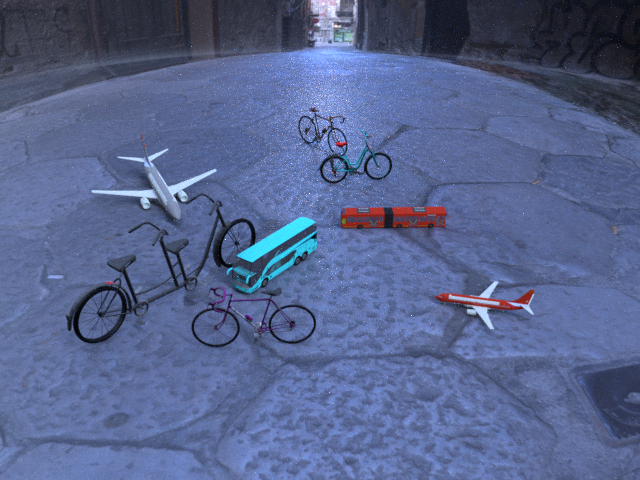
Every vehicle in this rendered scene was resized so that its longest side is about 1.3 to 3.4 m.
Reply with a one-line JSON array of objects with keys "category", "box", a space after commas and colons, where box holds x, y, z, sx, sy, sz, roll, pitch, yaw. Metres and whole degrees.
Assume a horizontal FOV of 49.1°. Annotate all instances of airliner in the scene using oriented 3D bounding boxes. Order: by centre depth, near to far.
[{"category": "airliner", "box": [2.208, 0.762, 9.420, 1.307, 0.429, 1.161, 8, 30, 13]}, {"category": "airliner", "box": [-2.847, -1.113, 12.347, 2.257, 0.835, 2.541, -13, 32, -21]}]

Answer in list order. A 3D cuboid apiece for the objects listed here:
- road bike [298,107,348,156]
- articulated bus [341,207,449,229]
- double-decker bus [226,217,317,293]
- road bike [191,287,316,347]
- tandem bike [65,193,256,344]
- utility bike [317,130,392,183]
[{"category": "road bike", "box": [0.044, -2.257, 14.366, 0.358, 0.852, 1.545, -23, 36, -34]}, {"category": "articulated bus", "box": [1.223, -0.374, 11.588, 1.749, 0.289, 0.311, -1, 29, -1]}, {"category": "double-decker bus", "box": [-0.658, 0.218, 10.275, 0.389, 0.541, 1.672, 20, 35, 31]}, {"category": "road bike", "box": [-0.818, 0.958, 8.639, 1.545, 0.852, 0.358, -2, 29, -4]}, {"category": "tandem bike", "box": [-2.012, 0.268, 9.385, 0.550, 1.326, 3.192, 22, 36, 34]}, {"category": "utility bike", "box": [0.642, -1.547, 13.006, 1.435, 0.946, 0.535, -5, 30, -9]}]
